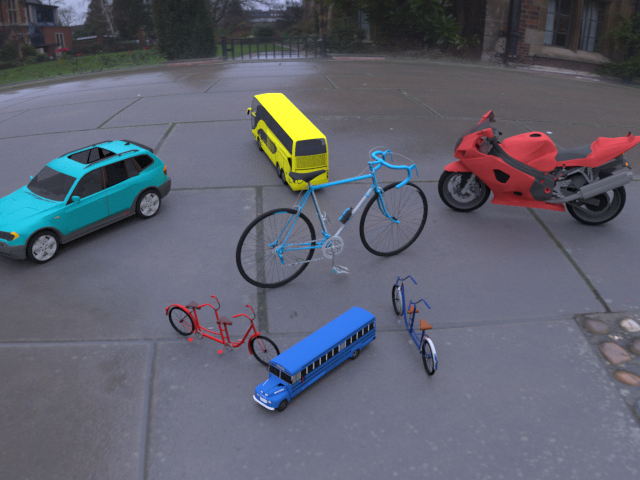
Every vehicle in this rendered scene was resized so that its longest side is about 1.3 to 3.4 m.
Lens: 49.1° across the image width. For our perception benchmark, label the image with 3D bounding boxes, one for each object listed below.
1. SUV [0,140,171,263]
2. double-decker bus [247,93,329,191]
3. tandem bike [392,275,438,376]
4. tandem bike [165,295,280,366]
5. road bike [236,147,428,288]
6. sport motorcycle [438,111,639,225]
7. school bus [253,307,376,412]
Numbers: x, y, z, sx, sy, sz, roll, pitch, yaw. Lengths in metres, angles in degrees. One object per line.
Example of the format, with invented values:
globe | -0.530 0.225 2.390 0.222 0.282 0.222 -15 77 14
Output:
SUV | -3.754 -0.707 10.813 1.276 1.128 3.058 21 34 34
double-decker bus | -0.649 -1.943 13.244 0.756 1.052 3.251 -9 29 -16
tandem bike | 1.093 0.914 8.215 0.283 0.682 1.642 -5 28 -10
tandem bike | -1.154 0.983 8.084 1.642 0.682 0.283 15 31 26
road bike | 0.247 -0.304 9.483 3.004 1.656 0.697 -14 31 -25
sport motorcycle | 3.373 -1.076 11.012 2.955 1.596 0.983 6 28 12
school bus | -0.035 1.294 7.759 0.365 0.434 1.708 23 35 36
